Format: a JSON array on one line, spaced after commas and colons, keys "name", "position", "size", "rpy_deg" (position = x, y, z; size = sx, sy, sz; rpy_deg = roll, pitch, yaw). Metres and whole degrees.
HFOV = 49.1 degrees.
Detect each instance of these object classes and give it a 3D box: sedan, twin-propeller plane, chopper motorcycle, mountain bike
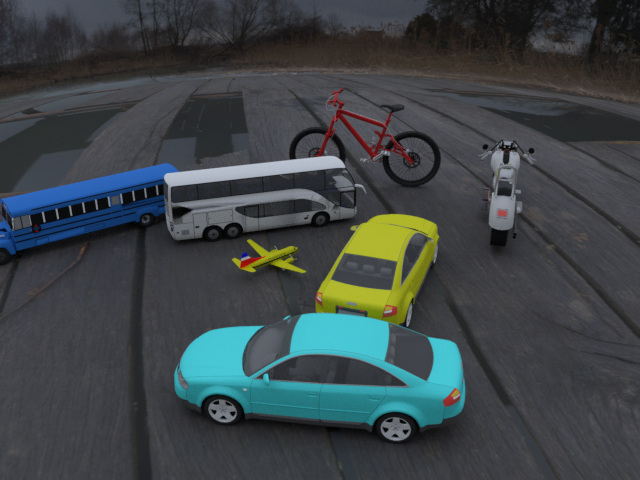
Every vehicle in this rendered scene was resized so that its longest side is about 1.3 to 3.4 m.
[{"name": "sedan", "position": [-0.023, 1.343, 7.517], "size": [3.137, 0.940, 1.235], "rpy_deg": [4, 27, 7]}, {"name": "twin-propeller plane", "position": [-0.735, 0.231, 10.334], "size": [1.095, 0.407, 1.370], "rpy_deg": [-21, 34, -36]}, {"name": "sedan", "position": [0.885, 0.257, 9.686], "size": [1.235, 0.940, 3.137], "rpy_deg": [9, 28, 17]}, {"name": "chopper motorcycle", "position": [3.057, -1.016, 11.626], "size": [0.906, 1.480, 3.040], "rpy_deg": [6, 27, 13]}, {"name": "mountain bike", "position": [0.827, -1.829, 13.017], "size": [2.857, 1.688, 1.114], "rpy_deg": [4, 27, 7]}]

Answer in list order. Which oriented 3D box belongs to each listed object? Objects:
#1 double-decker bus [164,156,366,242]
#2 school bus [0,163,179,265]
[{"name": "double-decker bus", "position": [-0.890, -0.704, 11.480], "size": [3.251, 1.052, 0.756], "rpy_deg": [-8, 28, -16]}, {"name": "school bus", "position": [-3.825, -0.467, 11.238], "size": [3.322, 0.844, 0.709], "rpy_deg": [-18, 32, -31]}]
